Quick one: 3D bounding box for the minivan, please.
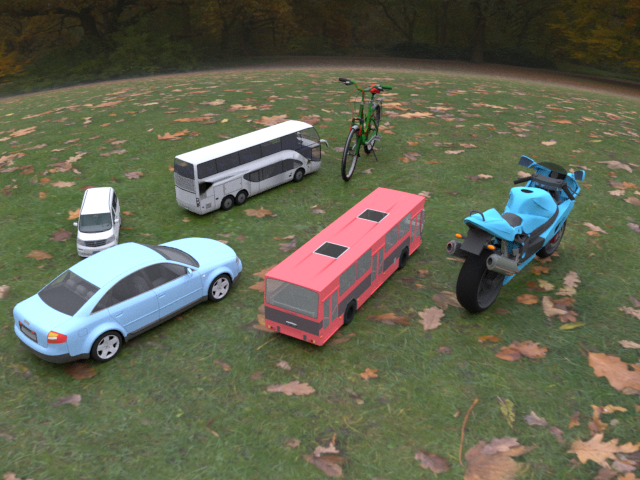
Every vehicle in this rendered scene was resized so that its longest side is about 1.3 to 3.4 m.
[{"bbox_3d":[-3.533,-0.295,11.181,0.681,0.616,1.548,-5,27,-10],"label":"minivan"}]

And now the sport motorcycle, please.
[{"bbox_3d":[2.777,-0.119,9.748,0.983,1.596,2.955,22,34,36],"label":"sport motorcycle"}]

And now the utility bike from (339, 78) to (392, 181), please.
[{"bbox_3d":[0.958,-2.339,13.863,1.039,1.839,2.791,8,28,16],"label":"utility bike"}]

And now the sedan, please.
[{"bbox_3d":[-2.380,0.563,9.129,1.235,0.940,3.137,22,34,36],"label":"sedan"}]

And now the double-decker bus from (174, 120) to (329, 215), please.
[{"bbox_3d":[-1.203,-1.403,12.886,0.756,1.052,3.251,23,35,37],"label":"double-decker bus"}]

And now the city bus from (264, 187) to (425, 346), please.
[{"bbox_3d":[0.460,0.282,9.734,0.926,0.894,3.255,15,30,26],"label":"city bus"}]
